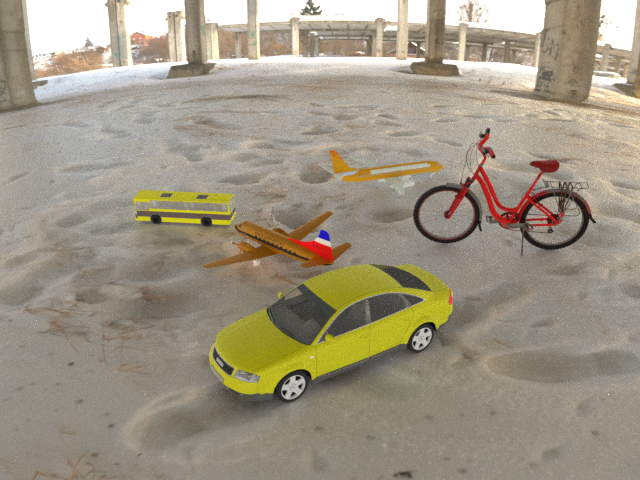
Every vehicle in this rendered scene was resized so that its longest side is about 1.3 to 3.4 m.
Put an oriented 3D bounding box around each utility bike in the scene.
[{"bbox_3d":[2.844,-0.656,10.650,2.791,1.839,1.039,3,26,7],"label":"utility bike"}]

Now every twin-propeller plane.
[{"bbox_3d":[-0.586,-0.039,10.573,2.129,0.792,2.663,22,33,38],"label":"twin-propeller plane"}]

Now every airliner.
[{"bbox_3d":[1.309,-1.480,13.522,2.541,0.835,2.257,-10,27,-20],"label":"airliner"}]

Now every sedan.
[{"bbox_3d":[0.187,0.942,8.362,3.137,0.940,1.235,-15,30,-29],"label":"sedan"}]

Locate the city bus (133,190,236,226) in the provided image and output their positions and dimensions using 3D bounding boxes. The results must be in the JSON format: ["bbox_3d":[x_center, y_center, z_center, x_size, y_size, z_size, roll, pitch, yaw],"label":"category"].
[{"bbox_3d":[-2.313,-0.540,11.999,1.674,0.460,0.476,3,26,6],"label":"city bus"}]
